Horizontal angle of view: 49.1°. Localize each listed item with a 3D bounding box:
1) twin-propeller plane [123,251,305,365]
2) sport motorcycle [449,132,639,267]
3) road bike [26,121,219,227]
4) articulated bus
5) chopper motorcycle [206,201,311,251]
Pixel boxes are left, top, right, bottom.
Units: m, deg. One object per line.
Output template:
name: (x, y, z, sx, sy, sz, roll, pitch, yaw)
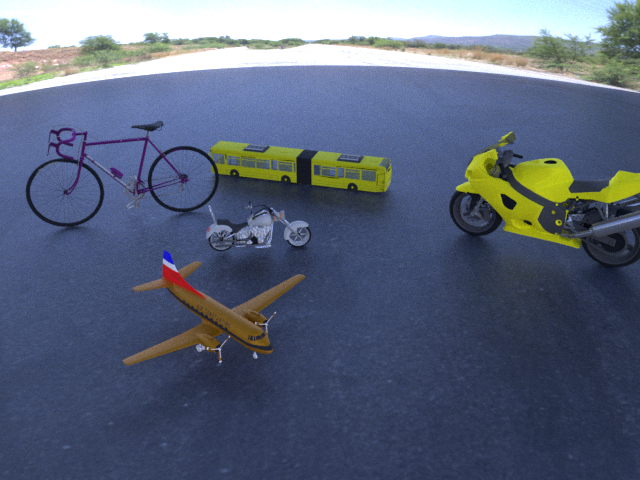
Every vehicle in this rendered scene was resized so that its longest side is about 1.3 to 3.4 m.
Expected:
twin-propeller plane: (-1.294, 0.781, 8.431, 2.129, 0.792, 2.663, 24, 36, 39)
sport motorcycle: (3.329, -0.565, 10.184, 2.955, 1.596, 0.983, 14, 30, 26)
road bike: (-3.116, -1.084, 11.135, 3.004, 1.656, 0.697, -8, 28, -16)
articulated bus: (-0.404, -1.361, 12.883, 3.401, 0.561, 0.605, 8, 28, 15)
chopper motorcycle: (-0.910, -0.206, 10.398, 1.563, 0.761, 0.466, -5, 27, -9)
